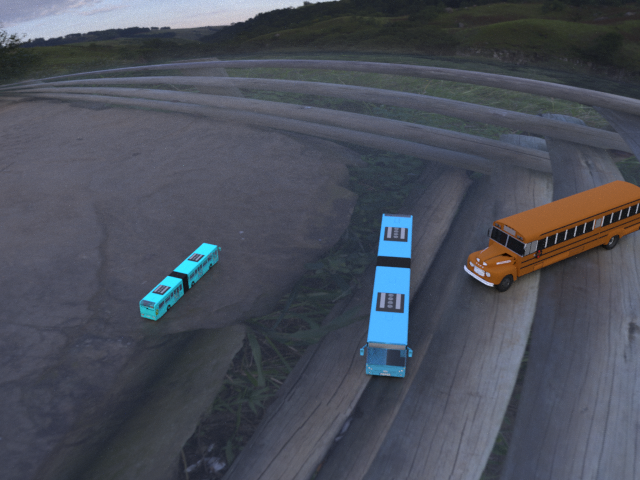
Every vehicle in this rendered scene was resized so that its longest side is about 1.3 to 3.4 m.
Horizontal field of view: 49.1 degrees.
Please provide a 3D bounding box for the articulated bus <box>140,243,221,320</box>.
[{"bbox_3d":[-1.981,0.564,10.063,0.311,0.289,1.749,11,31,19],"label":"articulated bus"}]

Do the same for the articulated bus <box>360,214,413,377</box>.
[{"bbox_3d":[0.996,0.619,9.688,0.605,0.561,3.401,4,30,7],"label":"articulated bus"}]

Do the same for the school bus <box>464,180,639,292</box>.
[{"bbox_3d":[3.644,-0.111,10.697,3.322,0.844,0.709,-17,34,-27],"label":"school bus"}]
